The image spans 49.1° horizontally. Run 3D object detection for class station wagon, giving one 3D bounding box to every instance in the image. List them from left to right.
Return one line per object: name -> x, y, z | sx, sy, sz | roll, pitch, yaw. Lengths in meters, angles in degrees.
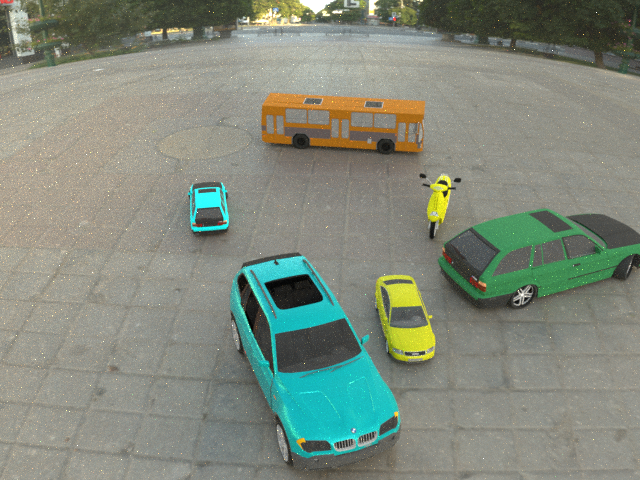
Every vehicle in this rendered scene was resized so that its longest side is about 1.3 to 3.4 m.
station wagon -> -1.869, -0.634, 11.717 | 0.682, 0.473, 1.597 | -5, 31, -8
station wagon -> 3.286, 0.106, 10.030 | 3.105, 0.920, 1.327 | -12, 33, -19

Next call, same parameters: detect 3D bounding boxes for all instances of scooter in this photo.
scooter -> 1.939, -0.694, 11.383 | 0.662, 0.919, 1.399 | 8, 32, 14

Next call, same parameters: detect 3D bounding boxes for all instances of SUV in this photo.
SUV -> -0.174, 1.215, 7.957 | 1.276, 1.128, 3.058 | -11, 32, -18

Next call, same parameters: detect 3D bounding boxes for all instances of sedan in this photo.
sedan -> 1.085, 0.949, 9.038 | 0.635, 0.483, 1.613 | -2, 31, -4

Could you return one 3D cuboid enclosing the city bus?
city bus -> 0.482, -2.353, 14.204 | 3.255, 0.894, 0.926 | 5, 31, 8
